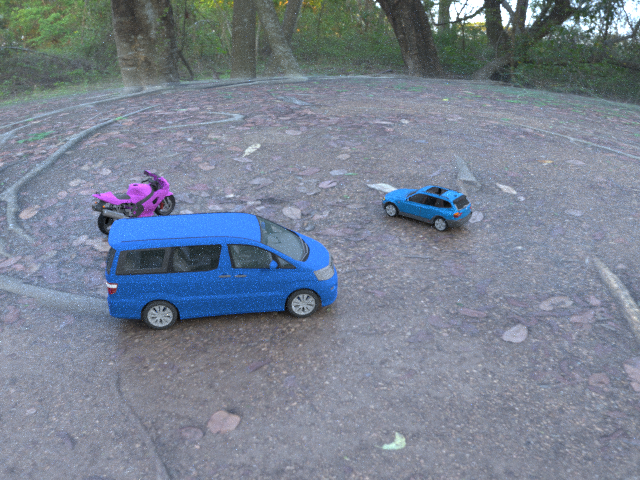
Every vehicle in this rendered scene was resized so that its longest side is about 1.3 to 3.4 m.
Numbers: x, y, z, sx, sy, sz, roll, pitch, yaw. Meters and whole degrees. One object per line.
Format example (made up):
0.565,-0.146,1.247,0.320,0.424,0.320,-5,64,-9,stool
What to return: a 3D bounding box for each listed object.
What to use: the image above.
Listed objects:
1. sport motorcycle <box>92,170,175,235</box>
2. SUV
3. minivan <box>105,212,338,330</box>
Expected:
-3.056,-0.619,11.633,0.506,0.821,1.520,22,33,38,sport motorcycle
1.813,-0.628,11.930,1.572,0.580,0.656,19,31,34,SUV
-1.266,0.313,9.256,3.011,1.197,1.324,-4,26,-8,minivan
